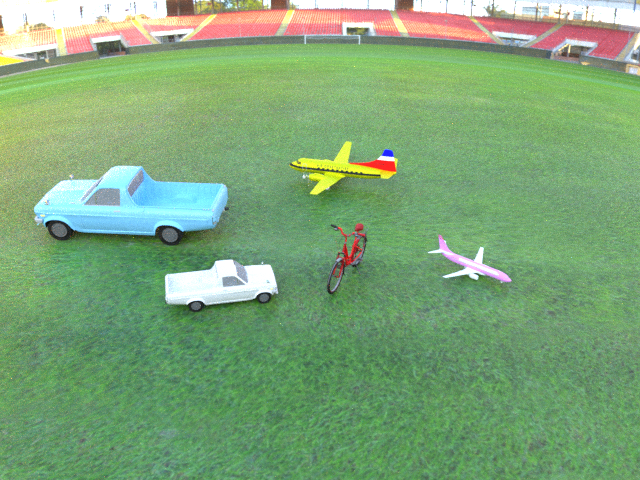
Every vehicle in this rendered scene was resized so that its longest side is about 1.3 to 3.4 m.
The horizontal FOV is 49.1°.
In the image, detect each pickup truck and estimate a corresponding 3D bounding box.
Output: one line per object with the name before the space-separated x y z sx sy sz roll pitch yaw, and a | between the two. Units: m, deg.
pickup truck | -1.415 0.606 10.014 1.603 0.511 0.640 -6 30 -11
pickup truck | -3.149 -0.652 11.782 3.117 0.993 1.244 2 29 4

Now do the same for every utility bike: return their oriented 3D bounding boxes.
utility bike | 0.474 0.166 10.359 0.535 0.946 1.435 13 32 22

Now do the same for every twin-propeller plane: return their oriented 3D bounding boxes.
twin-propeller plane | 0.419 -1.455 13.434 2.129 0.792 2.663 8 30 14

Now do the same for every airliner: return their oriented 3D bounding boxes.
airliner | 2.326 0.298 10.652 1.307 0.429 1.161 22 36 34
